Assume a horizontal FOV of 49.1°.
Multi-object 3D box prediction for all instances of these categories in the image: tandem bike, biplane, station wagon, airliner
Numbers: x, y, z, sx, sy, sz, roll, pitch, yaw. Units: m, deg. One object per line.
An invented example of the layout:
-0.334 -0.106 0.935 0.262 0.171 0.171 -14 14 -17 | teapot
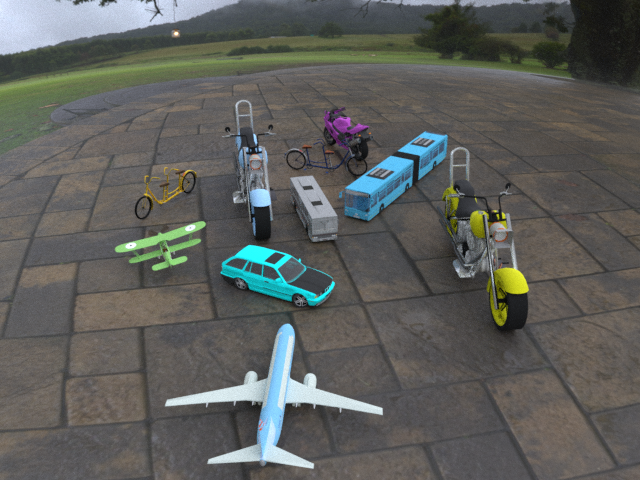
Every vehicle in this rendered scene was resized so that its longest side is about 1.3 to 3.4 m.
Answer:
-2.627 -0.911 11.999 0.283 0.682 1.642 14 31 25 | tandem bike
-2.278 0.150 10.194 1.336 0.504 1.090 -10 29 -17 | biplane
-0.582 0.458 9.647 1.597 0.473 0.682 14 31 25 | station wagon
0.103 -1.594 13.283 1.642 0.682 0.283 7 29 14 | tandem bike
-0.466 1.435 7.425 2.257 0.835 2.541 2 28 3 | airliner

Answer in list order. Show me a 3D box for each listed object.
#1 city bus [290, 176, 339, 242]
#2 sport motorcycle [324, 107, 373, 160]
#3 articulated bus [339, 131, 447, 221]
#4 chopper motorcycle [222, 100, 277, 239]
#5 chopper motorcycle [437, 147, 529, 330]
-0.125 -0.521 11.502 0.476 0.460 1.674 -7 29 -12 | city bus
0.519 -2.167 14.213 0.506 0.821 1.520 -17 32 -28 | sport motorcycle
1.449 -1.239 12.744 0.605 0.561 3.401 16 32 27 | articulated bus
-1.142 -1.242 11.772 0.906 1.480 3.040 -5 28 -9 | chopper motorcycle
2.233 -0.102 9.628 0.906 1.480 3.040 -3 28 -5 | chopper motorcycle
